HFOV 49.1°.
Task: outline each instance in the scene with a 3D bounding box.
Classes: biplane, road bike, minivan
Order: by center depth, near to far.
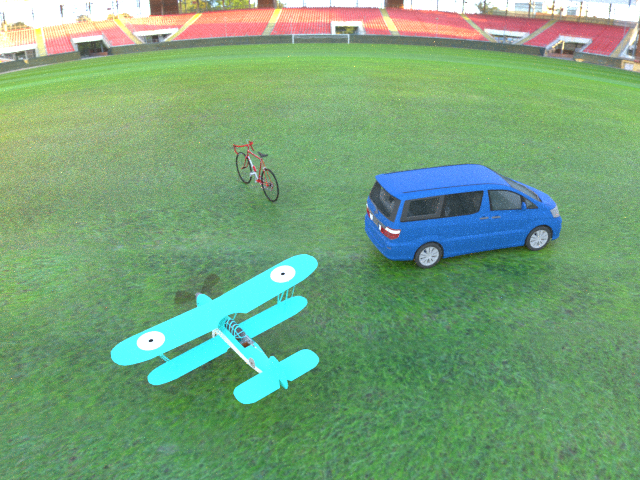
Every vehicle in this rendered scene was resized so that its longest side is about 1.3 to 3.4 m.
[{"bbox_3d":[-0.963,1.123,7.923,2.598,0.981,2.120,-18,33,-30],"label":"biplane"},{"bbox_3d":[2.228,-0.474,10.654,3.011,1.197,1.324,-8,29,-15],"label":"minivan"},{"bbox_3d":[-1.136,-1.250,12.456,0.358,0.852,1.545,-18,33,-29],"label":"road bike"}]
